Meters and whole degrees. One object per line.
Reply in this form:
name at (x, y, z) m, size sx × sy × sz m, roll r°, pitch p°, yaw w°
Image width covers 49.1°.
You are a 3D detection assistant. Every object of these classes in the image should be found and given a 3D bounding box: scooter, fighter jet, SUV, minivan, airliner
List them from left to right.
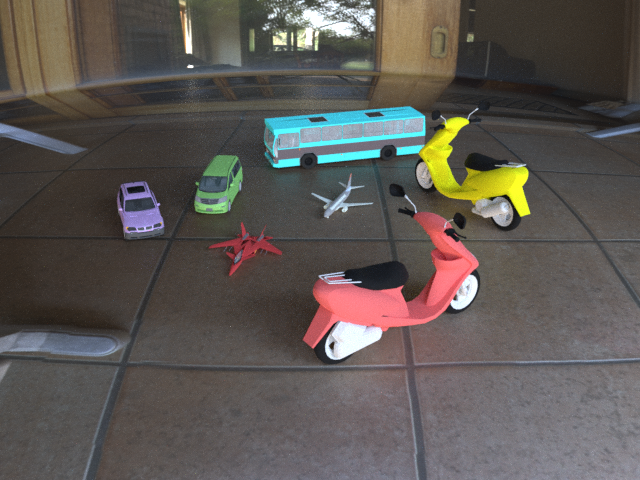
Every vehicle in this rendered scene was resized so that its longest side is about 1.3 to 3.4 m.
SUV at (-2.990, -0.513, 11.566) m, size 0.656 × 0.580 × 1.572 m, roll -9°, pitch 27°, yaw -18°
minivan at (-1.804, -0.996, 12.513) m, size 0.681 × 0.616 × 1.548 m, roll 2°, pitch 26°, yaw 5°
fighter jet at (-1.163, 0.139, 10.570) m, size 1.147 × 0.286 × 1.358 m, roll 5°, pitch 27°, yaw 10°
airliner at (0.329, -0.766, 12.255) m, size 1.161 × 0.429 × 1.307 m, roll 10°, pitch 28°, yaw 20°
scooter at (0.978, 0.403, 8.327) m, size 2.721 × 1.786 × 1.288 m, roll -17°, pitch 31°, yaw -31°
scooter at (2.527, -1.322, 11.847) m, size 1.288 × 1.786 × 2.721 m, roll -15°, pitch 30°, yaw -28°

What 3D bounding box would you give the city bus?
city bus at (0.518, -2.104, 14.458) m, size 3.255 × 0.894 × 0.926 m, roll -8°, pitch 27°, yaw -15°
